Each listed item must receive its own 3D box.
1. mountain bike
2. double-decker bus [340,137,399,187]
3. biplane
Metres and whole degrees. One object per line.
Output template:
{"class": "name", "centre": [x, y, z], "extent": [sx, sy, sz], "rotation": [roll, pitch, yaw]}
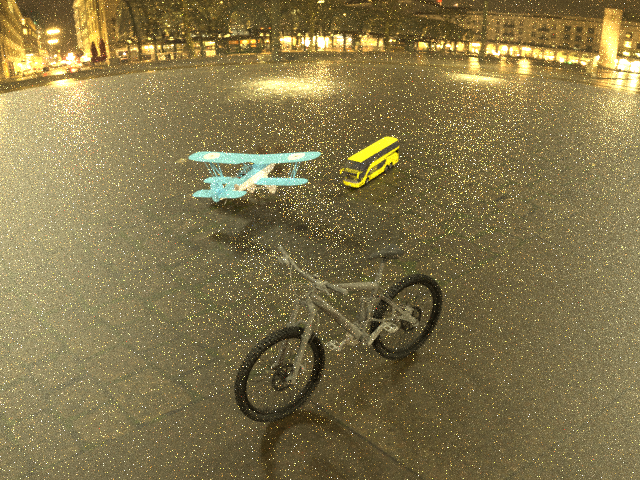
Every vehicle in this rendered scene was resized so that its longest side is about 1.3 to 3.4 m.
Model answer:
{"class": "mountain bike", "centre": [0.304, 0.878, 7.562], "extent": [2.857, 1.688, 1.114], "rotation": [-19, 33, -32]}
{"class": "double-decker bus", "centre": [0.980, -1.481, 13.344], "extent": [0.389, 0.541, 1.672], "rotation": [17, 32, 29]}
{"class": "biplane", "centre": [-1.321, -1.092, 12.120], "extent": [2.598, 0.981, 2.120], "rotation": [12, 30, 22]}
